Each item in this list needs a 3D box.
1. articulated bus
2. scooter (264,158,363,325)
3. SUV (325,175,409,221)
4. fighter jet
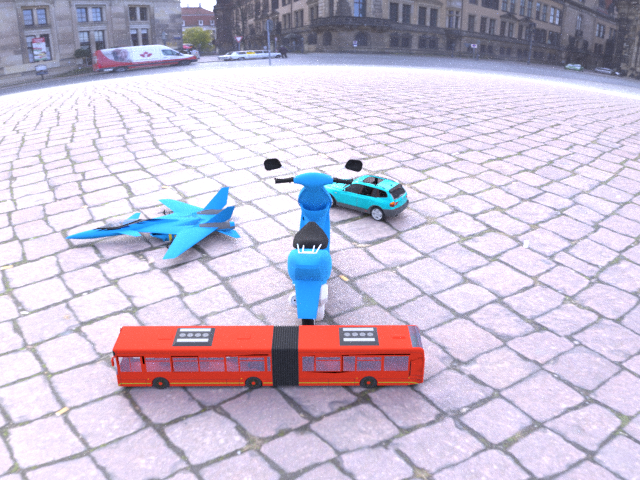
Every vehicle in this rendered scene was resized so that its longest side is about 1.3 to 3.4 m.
[{"bbox_3d":[-0.569,1.285,7.784,3.401,0.561,0.605,0,27,0],"label":"articulated bus"},{"bbox_3d":[-0.100,-0.108,9.189,1.288,1.786,2.721,1,27,2],"label":"scooter"},{"bbox_3d":[0.737,-0.800,11.908,1.572,0.580,0.656,17,31,30],"label":"SUV"},{"bbox_3d":[-2.637,-0.316,10.973,2.640,0.557,2.229,-6,27,-12],"label":"fighter jet"}]
